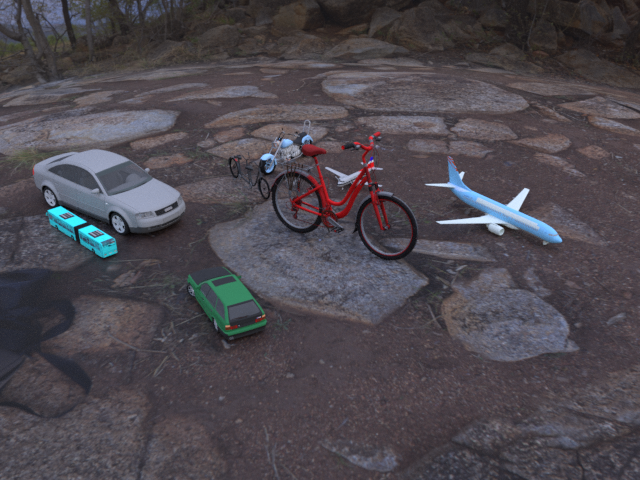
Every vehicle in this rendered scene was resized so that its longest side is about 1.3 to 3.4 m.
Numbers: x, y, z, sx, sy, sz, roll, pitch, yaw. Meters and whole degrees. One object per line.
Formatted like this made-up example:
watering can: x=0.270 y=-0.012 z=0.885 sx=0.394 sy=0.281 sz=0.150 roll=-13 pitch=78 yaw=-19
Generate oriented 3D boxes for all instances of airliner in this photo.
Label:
airliner: x=2.984 y=-0.654 z=11.643 sx=2.257 sy=0.835 sz=2.541 roll=-19 pitch=33 yaw=-32

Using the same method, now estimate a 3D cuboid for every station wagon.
station wagon: x=-1.288 y=0.733 z=9.396 sx=0.682 sy=0.473 sz=1.597 roll=-14 pitch=31 yaw=-25

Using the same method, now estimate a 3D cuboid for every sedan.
sedan: x=-3.685 y=-0.955 z=12.103 sx=3.137 sy=0.940 sz=1.235 roll=19 pitch=33 yaw=31

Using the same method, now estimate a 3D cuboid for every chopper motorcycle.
chopper motorcycle: x=-0.673 y=-1.863 z=14.019 sx=0.466 sy=0.761 sz=1.563 roll=19 pitch=33 yaw=32

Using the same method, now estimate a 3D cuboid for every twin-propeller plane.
twin-propeller plane: x=0.685 y=-1.256 z=13.246 sx=1.370 sy=0.407 sz=1.095 roll=23 pitch=35 yaw=36

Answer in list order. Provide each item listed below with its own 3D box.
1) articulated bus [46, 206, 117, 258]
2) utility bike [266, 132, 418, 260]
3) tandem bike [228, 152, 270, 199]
articulated bus: x=-3.844 y=-0.144 z=11.259 sx=1.749 sy=0.289 sz=0.311 roll=24 pitch=36 yaw=38
utility bike: x=0.336 y=-0.804 z=10.851 sx=2.791 sy=1.839 sz=1.039 roll=17 pitch=32 yaw=30
tandem bike: x=-1.336 y=-1.290 z=13.015 sx=0.283 sy=0.682 sz=1.642 roll=-17 pitch=32 yaw=-29
